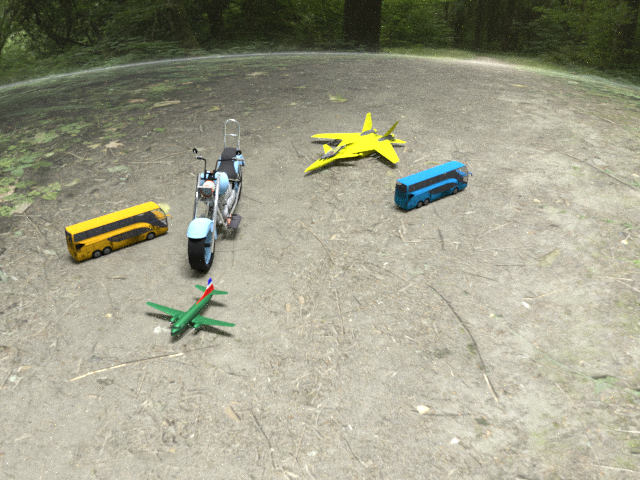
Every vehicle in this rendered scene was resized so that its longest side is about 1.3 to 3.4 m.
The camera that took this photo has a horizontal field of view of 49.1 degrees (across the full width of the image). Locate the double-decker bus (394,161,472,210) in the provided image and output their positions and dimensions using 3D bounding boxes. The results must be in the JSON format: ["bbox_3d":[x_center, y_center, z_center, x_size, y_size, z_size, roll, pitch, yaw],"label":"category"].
[{"bbox_3d":[2.061,-1.012,12.720,1.672,0.541,0.389,-21,35,-32],"label":"double-decker bus"}]

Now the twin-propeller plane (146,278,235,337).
[{"bbox_3d":[-1.703,0.918,9.411,1.370,0.407,1.095,12,31,20],"label":"twin-propeller plane"}]

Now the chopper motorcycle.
[{"bbox_3d":[-1.680,-0.801,11.382,0.906,1.480,3.040,3,29,5],"label":"chopper motorcycle"}]

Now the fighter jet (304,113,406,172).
[{"bbox_3d":[0.563,-1.959,14.393,2.229,0.557,2.640,23,37,35],"label":"fighter jet"}]

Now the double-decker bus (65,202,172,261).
[{"bbox_3d":[-3.201,-0.164,11.206,1.672,0.541,0.389,-22,36,-33],"label":"double-decker bus"}]
